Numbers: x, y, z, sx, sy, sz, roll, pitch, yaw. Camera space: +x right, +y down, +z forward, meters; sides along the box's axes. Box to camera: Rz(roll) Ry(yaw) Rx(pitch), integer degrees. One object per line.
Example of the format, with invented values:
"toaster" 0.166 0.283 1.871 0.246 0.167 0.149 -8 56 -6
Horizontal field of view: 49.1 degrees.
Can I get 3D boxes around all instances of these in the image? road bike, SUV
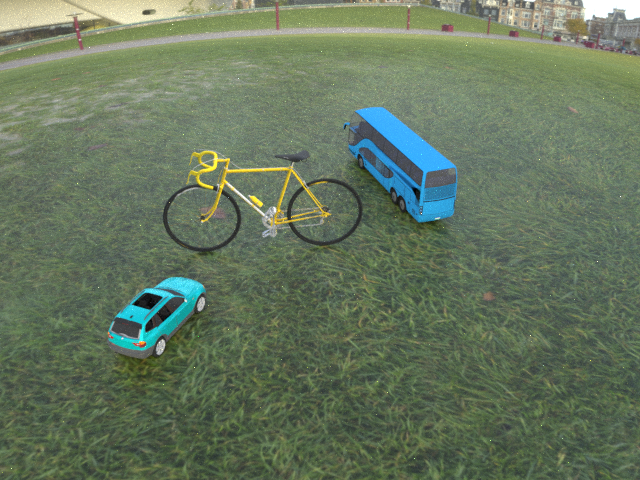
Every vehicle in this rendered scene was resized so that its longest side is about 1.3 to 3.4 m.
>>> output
"road bike" -0.843 -0.578 10.440 3.004 1.656 0.697 -3 31 -5
"SUV" -2.079 0.906 9.032 0.656 0.580 1.572 12 33 19

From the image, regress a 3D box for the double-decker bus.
"double-decker bus" 1.359 -1.444 12.446 0.756 1.052 3.251 -11 33 -17
